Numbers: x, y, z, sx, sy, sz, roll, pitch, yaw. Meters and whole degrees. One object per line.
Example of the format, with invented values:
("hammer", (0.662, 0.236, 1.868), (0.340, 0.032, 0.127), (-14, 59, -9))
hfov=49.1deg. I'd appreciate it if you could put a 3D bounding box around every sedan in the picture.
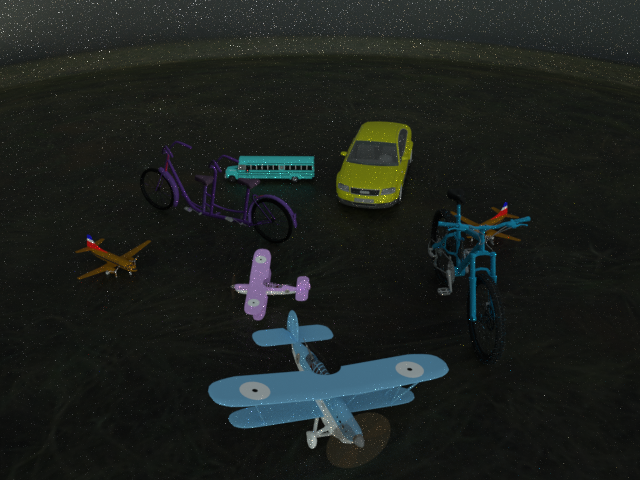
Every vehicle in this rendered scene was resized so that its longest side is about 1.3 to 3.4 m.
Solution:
("sedan", (1.069, -1.563, 13.149), (1.235, 0.940, 3.137), (6, 29, 10))

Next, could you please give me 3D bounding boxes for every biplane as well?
("biplane", (-0.677, 0.672, 9.532), (1.090, 0.504, 1.336), (1, 29, 2))
("biplane", (0.042, 1.506, 7.519), (2.598, 0.981, 2.120), (-11, 31, -19))

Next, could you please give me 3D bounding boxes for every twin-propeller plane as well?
("twin-propeller plane", (2.730, -0.290, 11.385), (1.095, 0.407, 1.370), (-24, 37, -36))
("twin-propeller plane", (-3.117, 0.227, 10.443), (1.095, 0.407, 1.370), (19, 34, 30))

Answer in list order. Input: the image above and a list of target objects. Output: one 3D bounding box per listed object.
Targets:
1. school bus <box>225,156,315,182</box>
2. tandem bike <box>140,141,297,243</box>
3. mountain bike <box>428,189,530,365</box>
("school bus", (-0.952, -1.355, 13.294), (1.708, 0.434, 0.365), (0, 29, 1))
("tandem bike", (-1.748, -0.814, 11.385), (3.192, 1.326, 0.550), (15, 32, 26))
("mountain bike", (1.871, 0.261, 9.051), (1.114, 1.688, 2.857), (-3, 29, -6))
